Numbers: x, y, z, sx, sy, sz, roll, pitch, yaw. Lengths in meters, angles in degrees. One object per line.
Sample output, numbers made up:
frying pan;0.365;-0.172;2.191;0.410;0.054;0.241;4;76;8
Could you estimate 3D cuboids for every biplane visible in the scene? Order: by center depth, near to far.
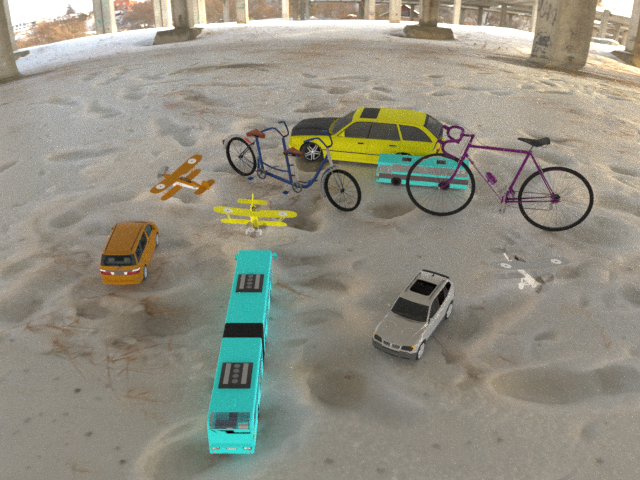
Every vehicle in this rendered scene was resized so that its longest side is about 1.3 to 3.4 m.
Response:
biplane;2.954;0.372;10.189;1.336;0.504;1.090;-11;33;-18
biplane;-1.063;-0.416;11.502;1.336;0.504;1.090;-4;31;-7
biplane;-2.418;-1.025;12.518;1.090;0.504;1.336;17;35;26

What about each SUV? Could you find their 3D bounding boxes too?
SUV;1.257;0.938;9.171;0.656;0.580;1.572;17;35;26

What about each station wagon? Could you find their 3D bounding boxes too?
station wagon;0.917;-2.107;13.917;3.105;0.920;1.327;7;32;11

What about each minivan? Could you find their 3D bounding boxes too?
minivan;-2.857;0.080;10.567;0.681;0.616;1.548;0;31;-1

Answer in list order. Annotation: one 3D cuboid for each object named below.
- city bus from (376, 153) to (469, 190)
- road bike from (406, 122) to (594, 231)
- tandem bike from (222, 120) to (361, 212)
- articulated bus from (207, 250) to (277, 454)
city bus;1.898;-1.255;12.944;1.674;0.460;0.476;6;31;9
road bike;2.893;-0.993;11.345;3.004;1.656;0.697;9;32;14
tandem bike;-0.575;-1.449;12.427;3.192;1.326;0.550;22;37;31
articulated bus;-0.926;1.207;8.742;0.605;0.561;3.401;0;31;0
